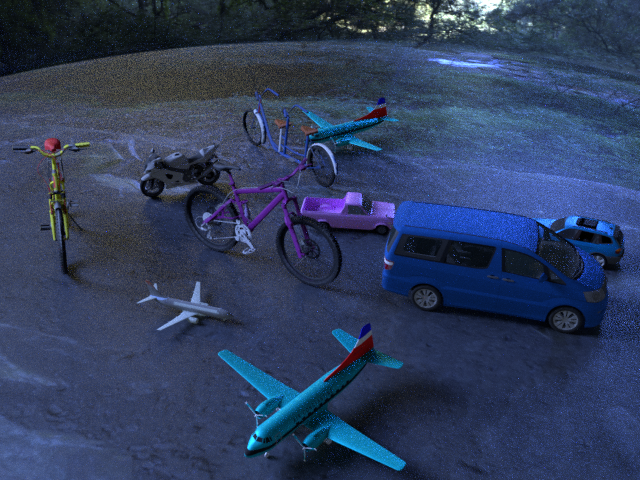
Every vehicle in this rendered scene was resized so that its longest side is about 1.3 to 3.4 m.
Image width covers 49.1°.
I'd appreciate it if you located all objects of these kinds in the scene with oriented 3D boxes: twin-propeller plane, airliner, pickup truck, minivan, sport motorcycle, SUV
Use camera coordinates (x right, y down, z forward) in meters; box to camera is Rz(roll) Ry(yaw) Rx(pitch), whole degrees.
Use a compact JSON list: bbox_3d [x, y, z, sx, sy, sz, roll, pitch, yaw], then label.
[{"bbox_3d":[0.569,-2.394,14.486,2.129,0.792,2.663,-19,36,-29],"label":"twin-propeller plane"},{"bbox_3d":[-1.770,0.823,9.442,1.307,0.429,1.161,9,32,15],"label":"airliner"},{"bbox_3d":[0.473,-0.482,11.552,1.603,0.511,0.640,4,31,6],"label":"pickup truck"},{"bbox_3d":[2.394,0.302,9.566,3.011,1.197,1.324,8,32,13],"label":"minivan"},{"bbox_3d":[-2.497,-1.257,12.548,1.520,0.821,0.506,-15,34,-23],"label":"sport motorcycle"},{"bbox_3d":[-0.056,1.656,7.690,2.663,0.792,2.129,24,38,34],"label":"twin-propeller plane"},{"bbox_3d":[3.867,-0.062,10.779,1.572,0.580,0.656,14,34,22],"label":"SUV"}]

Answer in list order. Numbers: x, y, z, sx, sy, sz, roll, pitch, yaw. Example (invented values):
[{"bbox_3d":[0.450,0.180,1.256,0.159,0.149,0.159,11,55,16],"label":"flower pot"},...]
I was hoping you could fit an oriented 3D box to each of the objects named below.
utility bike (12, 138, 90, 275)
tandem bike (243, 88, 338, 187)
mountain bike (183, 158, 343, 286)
[{"bbox_3d":[-3.967,-0.785,10.764,1.039,1.839,2.791,-10,32,-17],"label":"utility bike"},{"bbox_3d":[-0.647,-2.037,13.364,0.550,1.326,3.192,-21,37,-31],"label":"tandem bike"},{"bbox_3d":[-0.911,-0.339,10.163,2.857,1.688,1.114,18,35,28],"label":"mountain bike"}]
